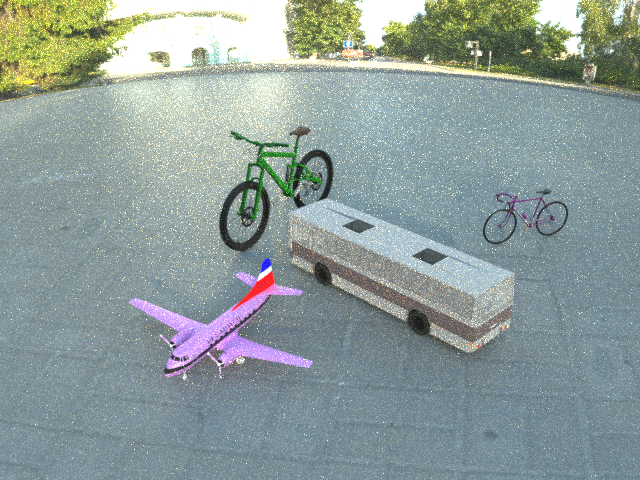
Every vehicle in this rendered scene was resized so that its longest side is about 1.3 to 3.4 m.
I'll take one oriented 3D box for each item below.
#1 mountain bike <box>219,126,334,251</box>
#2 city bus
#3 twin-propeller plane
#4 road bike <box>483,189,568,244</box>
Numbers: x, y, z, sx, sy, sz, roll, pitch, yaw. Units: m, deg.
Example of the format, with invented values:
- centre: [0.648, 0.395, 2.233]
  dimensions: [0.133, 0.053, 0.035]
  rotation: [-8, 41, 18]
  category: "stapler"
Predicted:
- centre: [-0.627, -0.954, 11.163]
  dimensions: [1.114, 1.688, 2.857]
  rotation: [17, 31, 31]
  category: "mountain bike"
- centre: [0.937, 0.401, 9.313]
  dimensions: [0.926, 0.894, 3.255]
  rotation: [-23, 34, -38]
  category: "city bus"
- centre: [-1.139, 0.936, 8.346]
  dimensions: [2.663, 0.792, 2.129]
  rotation: [15, 30, 27]
  category: "twin-propeller plane"
- centre: [3.246, -0.387, 10.959]
  dimensions: [1.545, 0.852, 0.358]
  rotation: [-9, 28, -17]
  category: "road bike"
